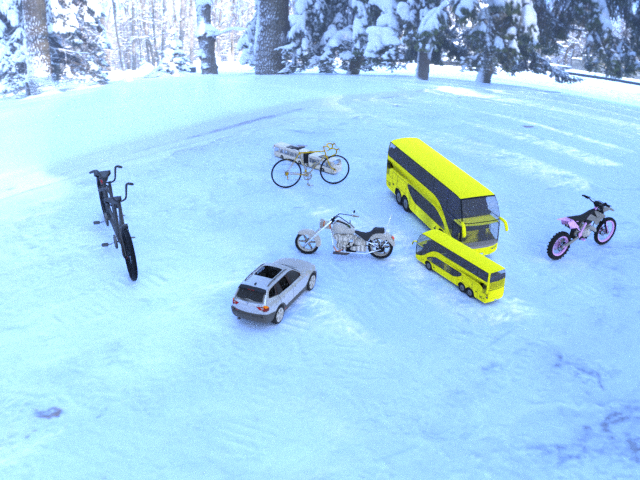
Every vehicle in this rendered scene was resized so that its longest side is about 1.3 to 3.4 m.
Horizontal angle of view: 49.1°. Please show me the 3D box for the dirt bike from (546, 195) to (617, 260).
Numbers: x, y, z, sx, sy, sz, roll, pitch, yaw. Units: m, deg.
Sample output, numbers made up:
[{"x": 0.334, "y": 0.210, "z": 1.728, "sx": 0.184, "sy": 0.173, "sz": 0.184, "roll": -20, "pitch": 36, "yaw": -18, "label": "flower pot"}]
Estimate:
[{"x": 4.121, "y": -0.204, "z": 10.912, "sx": 1.493, "sy": 0.857, "sz": 0.527, "roll": -14, "pitch": 30, "yaw": -26, "label": "dirt bike"}]

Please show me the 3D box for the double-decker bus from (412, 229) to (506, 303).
[{"x": 1.991, "y": 0.339, "z": 10.167, "sx": 0.389, "sy": 0.541, "sz": 1.672, "roll": -15, "pitch": 30, "yaw": -27, "label": "double-decker bus"}]

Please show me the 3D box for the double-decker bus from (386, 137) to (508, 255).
[{"x": 2.008, "y": -0.769, "z": 11.837, "sx": 0.756, "sy": 1.052, "sz": 3.251, "roll": -8, "pitch": 27, "yaw": -15, "label": "double-decker bus"}]

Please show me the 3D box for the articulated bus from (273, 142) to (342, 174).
[{"x": -0.284, "y": -1.727, "z": 14.644, "sx": 1.749, "sy": 0.289, "sz": 0.311, "roll": 22, "pitch": 34, "yaw": 37, "label": "articulated bus"}]

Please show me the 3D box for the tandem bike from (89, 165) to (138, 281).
[{"x": -3.250, "y": -0.511, "z": 11.003, "sx": 0.550, "sy": 1.326, "sz": 3.192, "roll": -11, "pitch": 28, "yaw": -22, "label": "tandem bike"}]

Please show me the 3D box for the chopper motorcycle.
[{"x": 0.384, "y": -0.094, "z": 10.797, "sx": 1.563, "sy": 0.761, "sz": 0.466, "roll": 5, "pitch": 27, "yaw": 10, "label": "chopper motorcycle"}]

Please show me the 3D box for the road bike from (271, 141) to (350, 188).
[{"x": -0.178, "y": -1.432, "z": 13.409, "sx": 1.545, "sy": 0.852, "sz": 0.358, "roll": -6, "pitch": 27, "yaw": -11, "label": "road bike"}]

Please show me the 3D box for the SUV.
[{"x": -0.604, "y": 0.596, "z": 9.601, "sx": 0.656, "sy": 0.580, "sz": 1.572, "roll": 12, "pitch": 29, "yaw": 23, "label": "SUV"}]
